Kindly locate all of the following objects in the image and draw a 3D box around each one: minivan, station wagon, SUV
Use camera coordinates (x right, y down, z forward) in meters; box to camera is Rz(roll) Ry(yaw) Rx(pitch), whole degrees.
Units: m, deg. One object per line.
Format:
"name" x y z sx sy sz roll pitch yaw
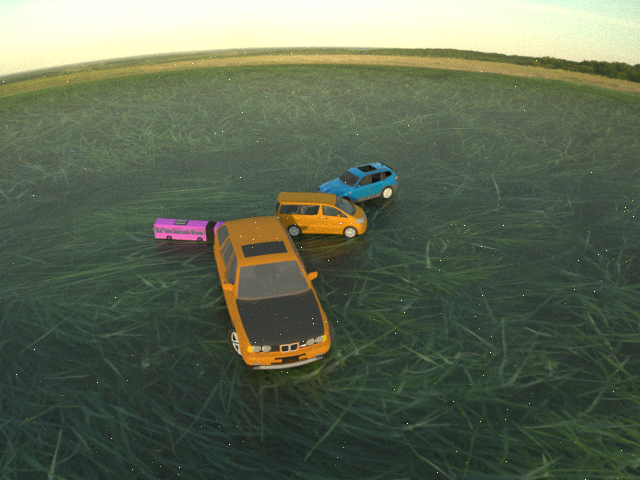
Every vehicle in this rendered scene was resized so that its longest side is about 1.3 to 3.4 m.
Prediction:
"minivan" 0.019 -0.446 11.791 1.548 0.616 0.681 2 28 3
"station wagon" -0.736 0.546 9.590 1.327 0.920 3.105 -7 29 -13
"SUV" 0.703 -1.030 12.931 1.572 0.580 0.656 -16 32 -27

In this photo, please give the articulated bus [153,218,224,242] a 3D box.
"articulated bus" -1.881 -0.149 11.578 1.749 0.289 0.311 3 28 6
